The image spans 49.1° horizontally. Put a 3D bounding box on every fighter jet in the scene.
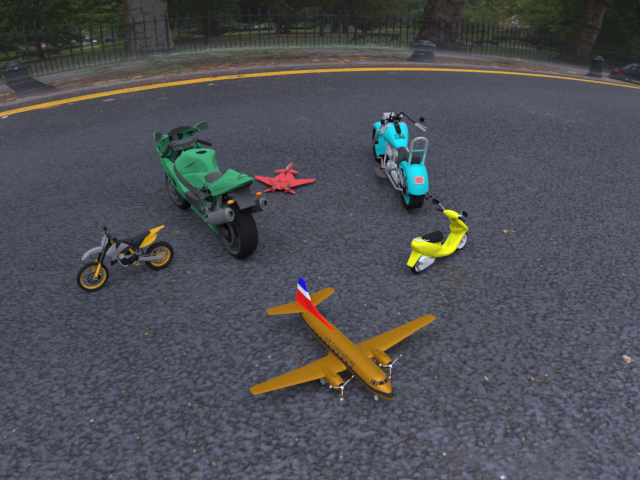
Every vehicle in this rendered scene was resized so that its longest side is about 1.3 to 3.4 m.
[{"bbox_3d":[-0.654,-1.288,13.389,1.147,0.286,1.358,4,30,7],"label":"fighter jet"}]

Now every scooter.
[{"bbox_3d":[1.837,-0.066,10.651,1.399,0.919,0.662,-25,38,-36],"label":"scooter"}]

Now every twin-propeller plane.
[{"bbox_3d":[0.248,1.214,8.570,2.663,0.792,2.129,-18,35,-28],"label":"twin-propeller plane"}]

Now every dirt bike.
[{"bbox_3d":[-2.843,0.219,10.221,1.493,0.857,0.527,-20,35,-30],"label":"dirt bike"}]

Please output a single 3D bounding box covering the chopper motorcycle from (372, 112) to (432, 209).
[{"bbox_3d":[1.432,-1.711,12.929,0.906,1.480,3.040,-5,30,-8],"label":"chopper motorcycle"}]

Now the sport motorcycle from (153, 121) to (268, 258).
[{"bbox_3d":[-1.845,-0.855,11.336,0.983,1.596,2.955,-20,36,-30],"label":"sport motorcycle"}]
